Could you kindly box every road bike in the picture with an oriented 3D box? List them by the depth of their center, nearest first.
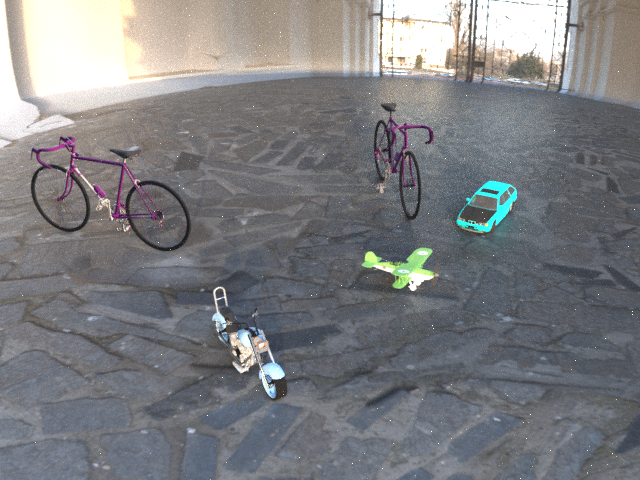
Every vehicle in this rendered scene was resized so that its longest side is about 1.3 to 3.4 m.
[{"bbox_3d":[-3.321,-0.733,10.838,3.004,1.656,0.696,10,28,20],"label":"road bike"},{"bbox_3d":[1.351,-1.538,12.484,0.696,1.656,3.004,-4,26,-9],"label":"road bike"}]

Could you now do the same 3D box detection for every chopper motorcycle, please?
[{"bbox_3d":[-0.830,1.161,7.985,0.466,0.761,1.563,-16,30,-30],"label":"chopper motorcycle"}]

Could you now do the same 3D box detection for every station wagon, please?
[{"bbox_3d":[2.854,-0.601,11.913,0.682,0.473,1.597,15,30,27],"label":"station wagon"}]

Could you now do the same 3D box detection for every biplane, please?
[{"bbox_3d":[1.145,0.396,9.842,1.090,0.504,1.336,11,28,22],"label":"biplane"}]
